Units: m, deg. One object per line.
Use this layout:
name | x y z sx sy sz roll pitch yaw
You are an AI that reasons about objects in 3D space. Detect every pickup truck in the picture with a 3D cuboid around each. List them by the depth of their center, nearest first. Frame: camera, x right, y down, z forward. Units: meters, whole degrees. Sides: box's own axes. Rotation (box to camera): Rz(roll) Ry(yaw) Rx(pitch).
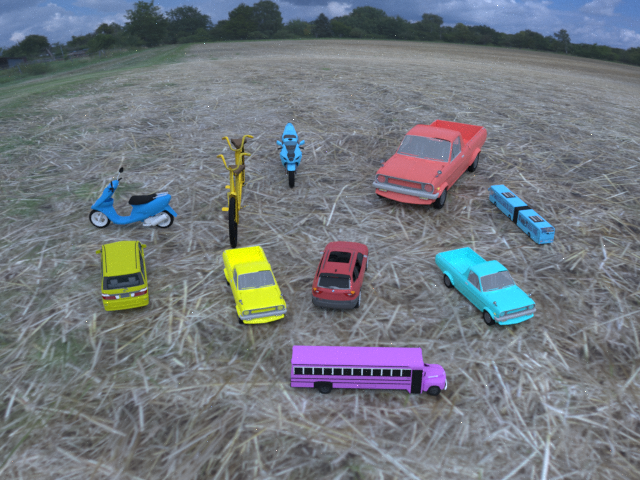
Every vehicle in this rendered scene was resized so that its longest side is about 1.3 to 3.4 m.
pickup truck | 2.156 0.537 9.259 0.640 0.511 1.603 -11 30 -19
pickup truck | -0.898 0.522 9.288 0.640 0.511 1.603 -7 29 -14
pickup truck | 2.074 -1.557 12.699 1.244 0.993 3.117 14 31 24

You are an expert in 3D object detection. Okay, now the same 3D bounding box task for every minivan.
minivan | -2.665 0.363 9.475 0.681 0.616 1.548 -8 29 -14

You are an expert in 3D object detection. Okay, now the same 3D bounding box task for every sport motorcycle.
sport motorcycle | -0.544 -1.583 12.931 0.506 0.821 1.520 -2 28 -3

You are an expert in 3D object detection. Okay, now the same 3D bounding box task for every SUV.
SUV | 0.291 0.380 9.481 0.656 0.580 1.572 4 28 8

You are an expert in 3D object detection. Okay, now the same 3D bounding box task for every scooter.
scooter | -2.964 -0.601 10.971 1.399 0.919 0.662 0 28 0

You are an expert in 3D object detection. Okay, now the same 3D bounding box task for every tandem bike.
tandem bike | -1.350 -1.058 11.401 0.550 1.326 3.192 -1 28 -2

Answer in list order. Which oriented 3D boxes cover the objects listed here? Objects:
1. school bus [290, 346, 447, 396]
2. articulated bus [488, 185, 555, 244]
school bus | 0.535 1.419 7.675 1.708 0.434 0.365 1 28 2
articulated bus | 3.234 -0.441 11.343 0.311 0.289 1.749 -6 29 -12
